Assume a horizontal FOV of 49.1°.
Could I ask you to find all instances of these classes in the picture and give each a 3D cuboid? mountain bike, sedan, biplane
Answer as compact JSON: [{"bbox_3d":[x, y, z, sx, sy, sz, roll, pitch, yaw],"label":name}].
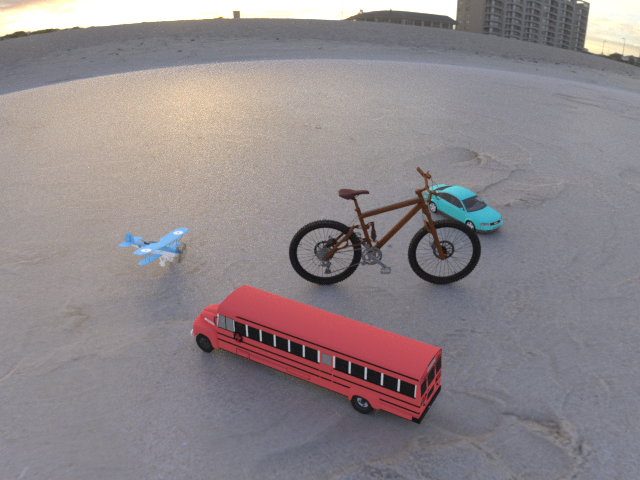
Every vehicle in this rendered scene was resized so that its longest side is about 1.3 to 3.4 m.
[{"bbox_3d":[0.965,-0.071,10.261,2.857,1.688,1.114,0,29,0],"label":"mountain bike"},{"bbox_3d":[2.556,-0.621,12.499,0.635,0.483,1.613,-19,34,-30],"label":"sedan"},{"bbox_3d":[-2.636,0.110,11.156,1.090,0.504,1.336,11,31,19],"label":"biplane"}]

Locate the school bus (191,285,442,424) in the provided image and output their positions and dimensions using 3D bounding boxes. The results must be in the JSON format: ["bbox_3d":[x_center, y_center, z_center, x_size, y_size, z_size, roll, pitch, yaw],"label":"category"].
[{"bbox_3d":[-0.166,1.300,8.653,3.322,0.844,0.709,15,32,26],"label":"school bus"}]
